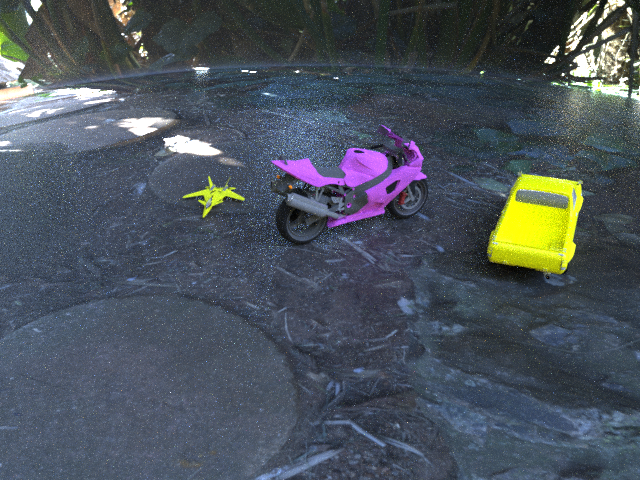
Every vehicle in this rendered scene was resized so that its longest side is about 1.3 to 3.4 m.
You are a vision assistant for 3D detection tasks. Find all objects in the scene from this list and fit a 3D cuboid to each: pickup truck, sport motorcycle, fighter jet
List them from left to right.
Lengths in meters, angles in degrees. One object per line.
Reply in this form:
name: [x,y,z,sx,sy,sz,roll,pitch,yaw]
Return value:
fighter jet: [-1.965,-0.781,12.735,1.147,0.286,1.358,3,28,5]
sport motorcycle: [0.573,-0.884,11.513,2.955,1.596,0.983,-14,30,-24]
pickup truck: [3.518,-0.395,11.228,1.244,0.993,3.117,11,29,20]
